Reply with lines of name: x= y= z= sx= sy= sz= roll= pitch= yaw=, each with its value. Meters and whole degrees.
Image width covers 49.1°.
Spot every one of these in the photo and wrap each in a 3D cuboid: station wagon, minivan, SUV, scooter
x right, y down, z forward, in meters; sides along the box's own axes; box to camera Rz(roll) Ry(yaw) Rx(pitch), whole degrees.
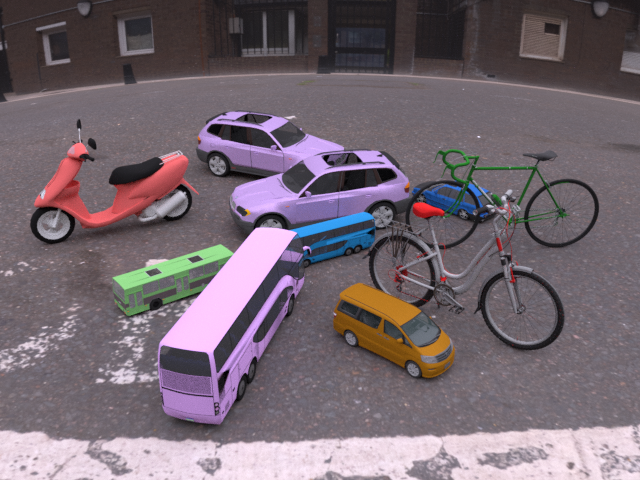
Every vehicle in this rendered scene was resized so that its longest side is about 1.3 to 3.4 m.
station wagon: x=2.374 y=-0.786 z=12.382 sx=0.682 sy=0.473 sz=1.597 roll=-23 pitch=34 yaw=-38
minivan: x=0.890 y=1.071 z=8.448 sx=1.548 sy=0.616 sz=0.681 roll=22 pitch=34 yaw=37
SUV: x=0.011 y=-0.818 z=11.704 sx=3.058 sy=1.128 sz=1.276 roll=-7 pitch=27 yaw=-14
SUV: x=-0.957 y=-1.827 z=13.755 sx=3.058 sy=1.128 sz=1.276 roll=11 pitch=28 yaw=22
scooter: x=-3.320 y=-0.968 z=11.265 sx=2.721 sy=1.786 sz=1.288 roll=-13 pitch=29 yaw=-24

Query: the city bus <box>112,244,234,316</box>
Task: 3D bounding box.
city bus: x=-1.978 y=0.554 z=9.675 sx=1.674 sy=0.460 sz=0.476 roll=-18 pitch=32 yaw=-33

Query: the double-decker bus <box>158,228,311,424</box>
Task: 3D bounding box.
double-decker bus: x=-0.915 y=0.839 z=8.425 sx=0.756 sy=1.052 sz=3.251 roll=7 pitch=27 yaw=14

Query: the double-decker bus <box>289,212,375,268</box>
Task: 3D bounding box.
double-decker bus: x=0.083 y=0.015 z=10.678 sx=1.672 sy=0.541 sz=0.389 roll=-15 pitch=30 yaw=-27

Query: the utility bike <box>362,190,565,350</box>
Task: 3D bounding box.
utility bike: x=1.777 y=0.221 z=8.789 sx=2.791 sy=1.839 sz=1.039 roll=18 pitch=31 yaw=32

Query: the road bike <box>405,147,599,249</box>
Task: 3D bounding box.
road bike: x=2.813 y=-0.614 z=10.693 sx=3.004 sy=1.656 sz=0.696 roll=-1 pitch=26 yaw=-2
